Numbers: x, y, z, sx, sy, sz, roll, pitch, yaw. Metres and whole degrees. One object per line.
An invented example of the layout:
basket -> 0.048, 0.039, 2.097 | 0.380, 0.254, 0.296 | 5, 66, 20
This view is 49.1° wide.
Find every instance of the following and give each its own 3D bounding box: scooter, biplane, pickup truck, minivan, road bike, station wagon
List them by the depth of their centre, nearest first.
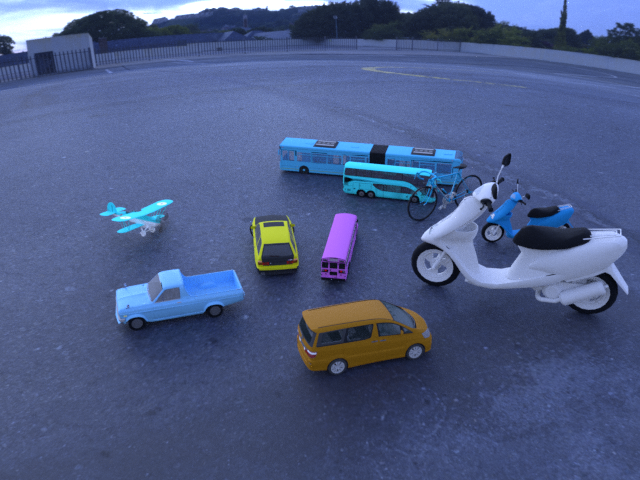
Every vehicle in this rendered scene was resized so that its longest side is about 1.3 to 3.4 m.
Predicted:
minivan -> 0.526, 1.049, 8.016 | 1.548, 0.616, 0.681 | -8, 28, -15
scooter -> 2.513, -0.020, 8.810 | 2.721, 1.786, 1.288 | 10, 29, 18
pickup truck -> -1.779, 0.676, 8.853 | 1.603, 0.511, 0.640 | -8, 28, -16
station wagon -> -0.674, -0.038, 10.276 | 0.682, 0.473, 1.597 | -3, 27, -6
scooter -> 3.138, -0.380, 10.453 | 1.399, 0.919, 0.662 | 0, 27, 0
biplane -> -2.852, -0.362, 10.869 | 1.090, 0.504, 1.336 | 12, 30, 21
road bike -> 2.050, -0.803, 11.345 | 1.545, 0.852, 0.358 | -15, 31, -26

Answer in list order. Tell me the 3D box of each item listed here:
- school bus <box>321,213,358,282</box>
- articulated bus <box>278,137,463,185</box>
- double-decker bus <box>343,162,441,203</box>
school bus -> 0.308, 0.048, 10.152 | 0.365, 0.434, 1.708 | 4, 28, 8
articulated bus -> 0.901, -1.463, 12.941 | 3.401, 0.561, 0.605 | 6, 28, 12
double-decker bus -> 1.230, -0.990, 12.047 | 1.672, 0.541, 0.389 | 7, 28, 14
